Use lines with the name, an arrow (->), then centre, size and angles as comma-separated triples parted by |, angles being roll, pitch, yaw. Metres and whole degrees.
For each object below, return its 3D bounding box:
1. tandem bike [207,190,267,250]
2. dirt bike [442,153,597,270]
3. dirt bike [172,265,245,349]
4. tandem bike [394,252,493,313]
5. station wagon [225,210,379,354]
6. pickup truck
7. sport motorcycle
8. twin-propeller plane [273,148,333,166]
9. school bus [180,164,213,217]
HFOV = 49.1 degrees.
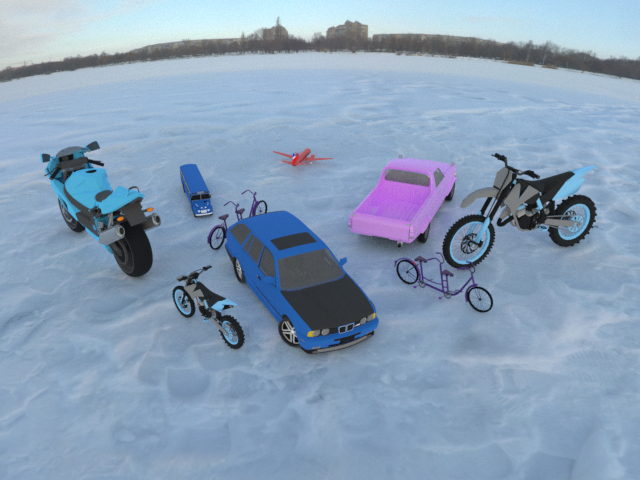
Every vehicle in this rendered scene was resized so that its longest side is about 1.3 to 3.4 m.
tandem bike -> -1.375, -0.386, 11.812 | 0.283, 0.682, 1.642 | 16, 31, 28
dirt bike -> 3.202, -0.463, 10.888 | 2.903, 1.666, 1.024 | -11, 29, -20
dirt bike -> -1.513, 0.848, 9.229 | 1.493, 0.857, 0.527 | 24, 36, 38
tandem bike -> 1.755, 0.523, 10.050 | 1.642, 0.682, 0.283 | 21, 34, 35
station wagon -> -0.341, 0.438, 9.955 | 1.327, 0.920, 3.105 | -13, 30, -23
pickup truck -> 1.540, -0.830, 12.333 | 1.244, 0.993, 3.117 | 11, 29, 20
sport motorcycle -> -3.504, -0.517, 11.069 | 0.983, 1.596, 2.955 | -22, 35, -36
twin-propeller plane -> -0.397, -1.800, 14.850 | 1.370, 0.407, 1.095 | 9, 29, 16
school bus -> -2.331, -0.940, 13.154 | 0.365, 0.434, 1.708 | -9, 29, -16
